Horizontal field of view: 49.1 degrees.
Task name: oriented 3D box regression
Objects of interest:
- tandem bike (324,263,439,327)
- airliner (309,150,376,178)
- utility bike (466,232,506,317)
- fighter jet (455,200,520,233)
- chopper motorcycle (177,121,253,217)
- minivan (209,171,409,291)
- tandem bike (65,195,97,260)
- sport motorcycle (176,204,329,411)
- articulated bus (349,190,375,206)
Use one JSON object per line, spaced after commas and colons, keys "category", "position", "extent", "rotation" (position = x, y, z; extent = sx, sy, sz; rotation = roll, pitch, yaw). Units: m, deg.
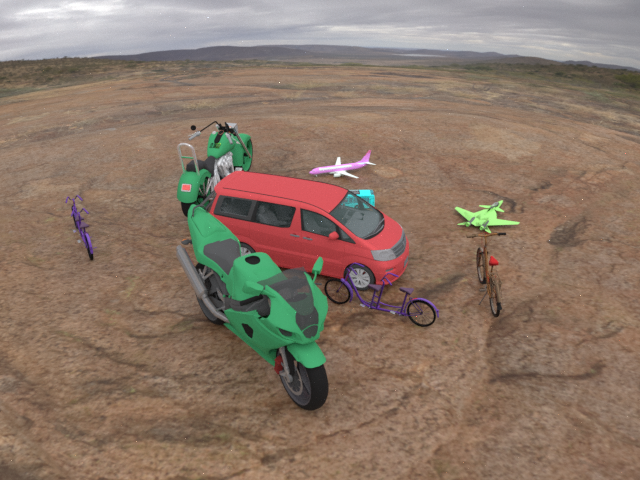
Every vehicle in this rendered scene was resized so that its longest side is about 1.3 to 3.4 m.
{"category": "tandem bike", "position": [0.795, 0.711, 9.277], "extent": [1.642, 0.682, 0.283], "rotation": [13, 30, 23]}
{"category": "airliner", "position": [0.415, -1.510, 13.823], "extent": [1.307, 0.429, 1.161], "rotation": [-8, 29, -15]}
{"category": "utility bike", "position": [2.270, 0.400, 9.590], "extent": [0.535, 0.946, 1.435], "rotation": [0, 27, 0]}
{"category": "fighter jet", "position": [2.924, -0.528, 12.088], "extent": [1.147, 0.286, 1.358], "rotation": [17, 32, 29]}
{"category": "chopper motorcycle", "position": [-1.826, -1.494, 12.654], "extent": [0.906, 1.480, 3.040], "rotation": [6, 28, 12]}
{"category": "minivan", "position": [-0.160, -0.204, 10.479], "extent": [3.011, 1.197, 1.324], "rotation": [10, 29, 18]}
{"category": "tandem bike", "position": [-3.803, -0.248, 11.122], "extent": [0.283, 0.682, 1.642], "rotation": [-13, 30, -24]}
{"category": "sport motorcycle", "position": [-0.801, 0.724, 8.261], "extent": [0.983, 1.596, 2.955], "rotation": [-18, 32, -30]}
{"category": "articulated bus", "position": [0.089, -0.719, 12.454], "extent": [1.749, 0.289, 0.311], "rotation": [-1, 27, -2]}
